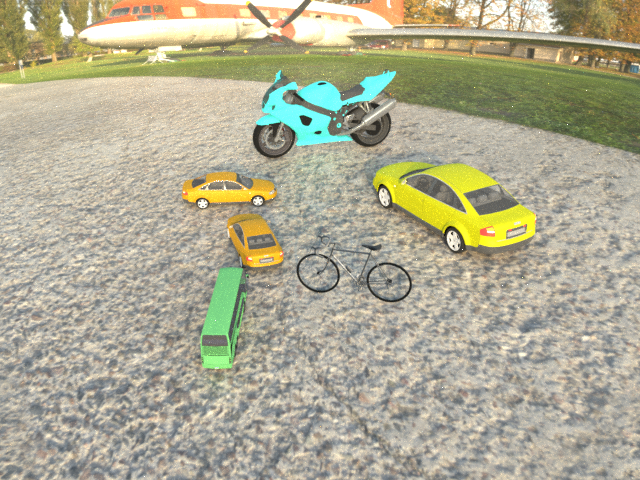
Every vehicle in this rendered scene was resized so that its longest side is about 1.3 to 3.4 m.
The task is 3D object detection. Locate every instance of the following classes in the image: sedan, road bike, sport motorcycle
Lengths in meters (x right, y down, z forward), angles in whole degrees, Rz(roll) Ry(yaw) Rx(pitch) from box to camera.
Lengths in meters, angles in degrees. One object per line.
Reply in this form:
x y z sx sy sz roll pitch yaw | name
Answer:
2.021 -0.715 11.099 1.235 0.940 3.137 -15 31 -27 | sedan
0.435 0.384 9.113 1.545 0.852 0.358 7 29 13 | road bike
-1.540 -0.885 11.910 1.613 0.483 0.635 -3 28 -5 | sedan
-0.983 -0.060 10.348 0.635 0.483 1.613 -9 29 -16 | sedan
0.100 -2.497 13.771 2.955 1.596 0.983 -9 29 -17 | sport motorcycle

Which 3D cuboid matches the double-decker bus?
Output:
-1.143 0.886 8.495 0.389 0.541 1.672 0 28 1 | double-decker bus
